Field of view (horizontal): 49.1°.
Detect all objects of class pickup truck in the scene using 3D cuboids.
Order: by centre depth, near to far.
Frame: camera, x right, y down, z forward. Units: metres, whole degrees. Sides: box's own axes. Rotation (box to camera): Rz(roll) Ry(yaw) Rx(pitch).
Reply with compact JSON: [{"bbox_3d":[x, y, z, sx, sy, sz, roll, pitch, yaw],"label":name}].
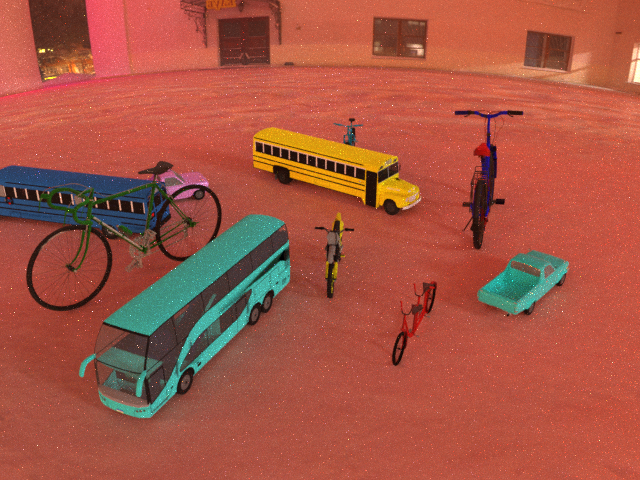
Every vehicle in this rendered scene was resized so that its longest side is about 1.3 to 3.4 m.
[{"bbox_3d":[2.723,0.508,9.284,0.640,0.511,1.603,21,34,36],"label":"pickup truck"},{"bbox_3d":[-2.747,-0.936,12.156,1.603,0.511,0.640,-12,29,-23],"label":"pickup truck"}]

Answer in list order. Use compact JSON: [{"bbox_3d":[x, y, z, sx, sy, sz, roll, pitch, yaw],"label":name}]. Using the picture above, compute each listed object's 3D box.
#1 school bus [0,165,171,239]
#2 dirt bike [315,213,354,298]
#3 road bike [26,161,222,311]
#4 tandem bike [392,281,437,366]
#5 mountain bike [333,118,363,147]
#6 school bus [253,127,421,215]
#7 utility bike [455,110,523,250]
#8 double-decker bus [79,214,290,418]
[{"bbox_3d":[-4.061,-0.639,11.194,3.322,0.844,0.709,7,28,14],"label":"school bus"},{"bbox_3d":[0.209,0.142,9.626,0.527,0.857,1.493,3,27,6],"label":"dirt bike"},{"bbox_3d":[-2.509,-0.162,9.342,0.697,1.656,3.004,23,35,38],"label":"road bike"},{"bbox_3d":[1.162,0.860,8.395,0.283,0.682,1.642,12,29,22],"label":"tandem bike"},{"bbox_3d":[0.580,-1.942,13.761,0.573,0.868,1.469,4,27,9],"label":"mountain bike"},{"bbox_3d":[0.257,-1.273,12.455,3.322,0.844,0.709,19,32,32],"label":"school bus"},{"bbox_3d":[2.512,-1.075,10.954,1.039,1.839,2.791,8,28,16],"label":"utility bike"},{"bbox_3d":[-1.365,0.776,8.149,0.756,1.052,3.251,12,29,23],"label":"double-decker bus"}]
